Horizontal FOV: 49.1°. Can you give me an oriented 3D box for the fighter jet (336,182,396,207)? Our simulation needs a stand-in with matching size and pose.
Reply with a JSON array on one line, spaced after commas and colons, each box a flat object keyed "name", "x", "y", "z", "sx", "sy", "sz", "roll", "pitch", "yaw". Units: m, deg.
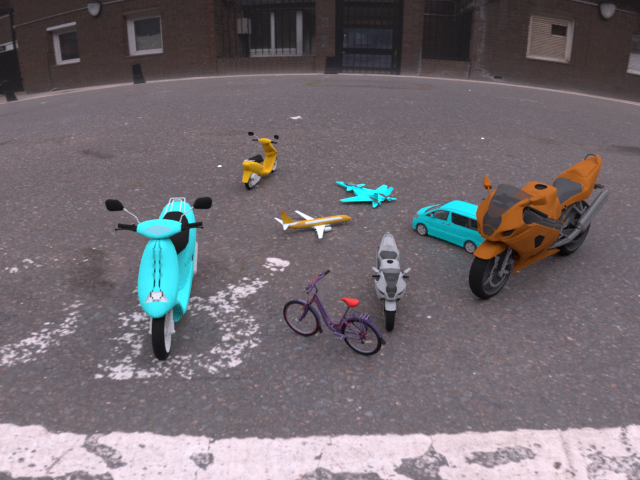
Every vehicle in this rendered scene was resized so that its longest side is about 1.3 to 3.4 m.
[{"name": "fighter jet", "x": 0.753, "y": -0.979, "z": 13.110, "sx": 1.147, "sy": 0.286, "sz": 1.358, "roll": -21, "pitch": 33, "yaw": -36}]

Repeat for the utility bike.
[{"name": "utility bike", "x": 0.131, "y": 0.925, "z": 8.514, "sx": 1.435, "sy": 0.946, "sz": 0.535, "roll": 14, "pitch": 29, "yaw": 26}]

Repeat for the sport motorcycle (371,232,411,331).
[{"name": "sport motorcycle", "x": 0.929, "y": 0.543, "z": 9.427, "sx": 0.506, "sy": 0.821, "sz": 1.520, "roll": 1, "pitch": 26, "yaw": 3}]

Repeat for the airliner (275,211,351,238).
[{"name": "airliner", "x": -0.067, "y": -0.377, "z": 11.732, "sx": 1.307, "sy": 0.429, "sz": 1.161, "roll": -10, "pitch": 28, "yaw": -19}]

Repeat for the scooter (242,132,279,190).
[{"name": "scooter", "x": -1.155, "y": -1.585, "z": 13.624, "sx": 0.662, "sy": 0.919, "sz": 1.399, "roll": 10, "pitch": 28, "yaw": 20}]

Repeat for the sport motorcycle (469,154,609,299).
[{"name": "sport motorcycle", "x": 3.152, "y": -0.239, "z": 10.134, "sx": 2.955, "sy": 1.596, "sz": 0.983, "roll": -22, "pitch": 34, "yaw": -37}]

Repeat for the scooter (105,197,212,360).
[{"name": "scooter", "x": -1.969, "y": 0.159, "z": 9.116, "sx": 1.288, "sy": 1.786, "sz": 2.721, "roll": -1, "pitch": 26, "yaw": -3}]

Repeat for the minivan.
[{"name": "minivan", "x": 2.236, "y": -0.285, "z": 11.336, "sx": 1.548, "sy": 0.616, "sz": 0.681, "roll": 23, "pitch": 34, "yaw": 38}]
